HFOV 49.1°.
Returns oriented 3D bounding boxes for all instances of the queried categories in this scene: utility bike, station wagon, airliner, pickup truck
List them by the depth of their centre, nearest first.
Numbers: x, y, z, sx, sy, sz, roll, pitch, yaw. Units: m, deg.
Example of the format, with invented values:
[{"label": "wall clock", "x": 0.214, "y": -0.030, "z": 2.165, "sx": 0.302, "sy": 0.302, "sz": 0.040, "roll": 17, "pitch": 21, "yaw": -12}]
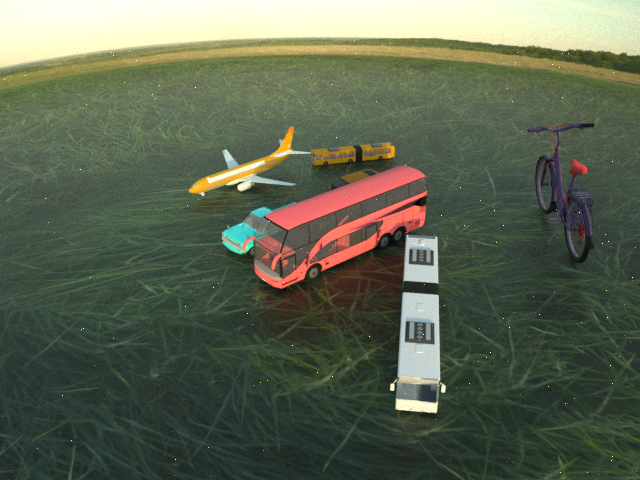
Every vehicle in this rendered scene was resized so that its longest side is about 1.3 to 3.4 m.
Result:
[{"label": "utility bike", "x": 3.836, "y": -0.884, "z": 11.244, "sx": 1.039, "sy": 1.839, "sz": 2.791, "roll": 0, "pitch": 29, "yaw": -1}, {"label": "pickup truck", "x": -0.823, "y": -0.246, "z": 11.463, "sx": 1.603, "sy": 0.511, "sz": 0.640, "roll": -24, "pitch": 37, "yaw": -36}, {"label": "station wagon", "x": 0.952, "y": -1.029, "z": 12.902, "sx": 1.597, "sy": 0.473, "sz": 0.682, "roll": -17, "pitch": 34, "yaw": -28}, {"label": "airliner", "x": -1.434, "y": -1.498, "z": 13.370, "sx": 2.541, "sy": 0.835, "sz": 2.257, "roll": -23, "pitch": 37, "yaw": -35}]

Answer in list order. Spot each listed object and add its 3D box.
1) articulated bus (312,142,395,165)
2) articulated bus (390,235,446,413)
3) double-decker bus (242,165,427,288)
[{"label": "articulated bus", "x": 0.676, "y": -1.777, "z": 14.428, "sx": 1.749, "sy": 0.289, "sz": 0.311, "roll": -7, "pitch": 30, "yaw": -12}, {"label": "articulated bus", "x": 1.312, "y": 0.948, "z": 9.278, "sx": 0.605, "sy": 0.561, "sz": 3.401, "roll": 4, "pitch": 29, "yaw": 7}, {"label": "double-decker bus", "x": 0.350, "y": -0.234, "z": 10.889, "sx": 3.251, "sy": 1.052, "sz": 0.756, "roll": -22, "pitch": 36, "yaw": -34}]
